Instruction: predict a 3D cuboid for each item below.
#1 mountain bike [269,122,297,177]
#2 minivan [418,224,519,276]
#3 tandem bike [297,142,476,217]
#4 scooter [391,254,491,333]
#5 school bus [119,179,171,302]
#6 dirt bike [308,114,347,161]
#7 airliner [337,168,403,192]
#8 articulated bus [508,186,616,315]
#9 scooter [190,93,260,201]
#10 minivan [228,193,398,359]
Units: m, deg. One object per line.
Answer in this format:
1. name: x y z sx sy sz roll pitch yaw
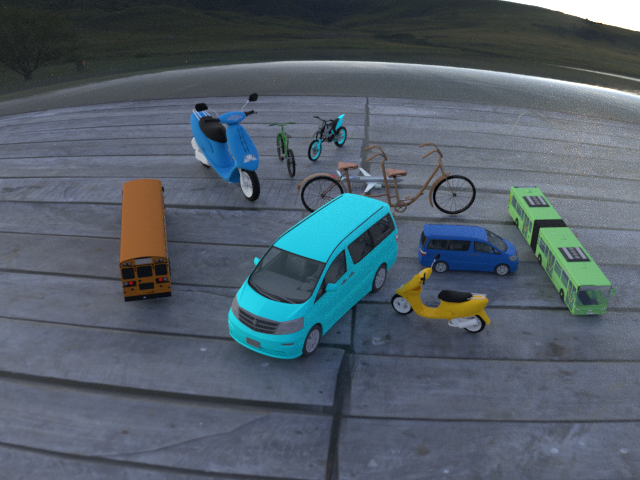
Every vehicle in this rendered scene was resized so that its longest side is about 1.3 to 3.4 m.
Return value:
1. mountain bike: -0.706 -1.893 14.375 0.573 0.868 1.469 -8 30 -14
2. minivan: 2.327 0.131 10.948 1.548 0.616 0.681 2 29 5
3. tandem bike: 1.181 -1.033 12.332 3.192 1.326 0.550 0 29 -1
4. scooter: 1.638 0.753 9.499 1.399 0.919 0.662 13 31 22
5. school bus: -2.808 -0.159 11.238 0.709 0.844 3.322 -6 29 -11
6. dirt bike: 0.179 -2.259 15.055 0.527 0.857 1.493 18 33 29
7. airliner: 0.988 -1.273 13.702 1.307 0.429 1.161 -1 29 -2
8. articulated bus: 3.708 0.048 11.154 0.605 0.561 3.401 -1 29 -2
9. scooter: -1.874 -1.953 13.529 1.288 1.786 2.721 -17 33 -29
10. minivan: -0.030 0.421 9.814 1.324 1.197 3.011 17 33 28
